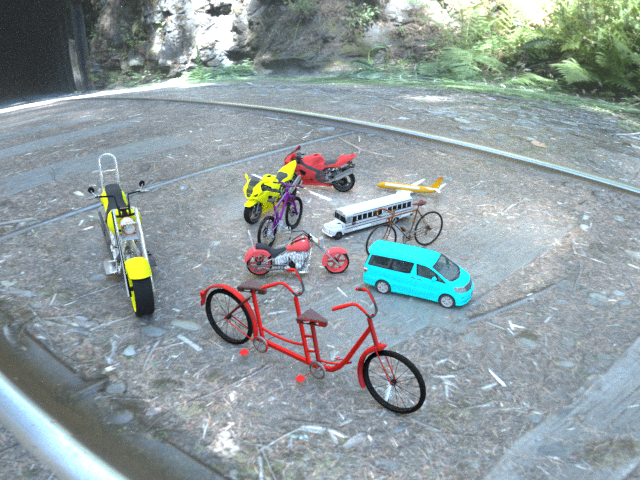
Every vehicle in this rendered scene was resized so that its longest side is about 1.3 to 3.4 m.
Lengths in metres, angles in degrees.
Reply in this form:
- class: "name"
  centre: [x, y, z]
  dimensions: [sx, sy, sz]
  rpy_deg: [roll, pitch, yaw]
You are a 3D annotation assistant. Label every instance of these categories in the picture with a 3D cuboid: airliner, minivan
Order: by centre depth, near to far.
- class: "minivan"
  centre: [1.407, 0.462, 9.954]
  dimensions: [1.548, 0.616, 0.681]
  rpy_deg: [11, 28, 22]
- class: "airliner"
  centre: [1.706, -1.076, 13.345]
  dimensions: [1.307, 0.429, 1.161]
  rpy_deg: [10, 27, 19]

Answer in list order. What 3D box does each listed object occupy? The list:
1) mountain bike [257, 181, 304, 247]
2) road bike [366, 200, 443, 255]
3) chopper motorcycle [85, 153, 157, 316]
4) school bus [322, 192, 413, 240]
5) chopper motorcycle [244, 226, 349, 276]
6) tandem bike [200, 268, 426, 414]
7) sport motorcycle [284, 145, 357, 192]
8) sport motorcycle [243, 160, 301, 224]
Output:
- class: "mountain bike"
  centre: [-0.640, -0.430, 11.507]
  dimensions: [0.573, 0.868, 1.469]
  rpy_deg: [12, 28, 23]
- class: "road bike"
  centre: [1.355, -0.191, 11.033]
  dimensions: [1.545, 0.852, 0.358]
  rpy_deg: [-15, 30, -29]
- class: "chopper motorcycle"
  centre: [-2.865, -0.153, 10.233]
  dimensions: [0.906, 1.480, 3.040]
  rpy_deg: [-10, 28, -20]
- class: "school bus"
  centre: [0.818, -0.423, 11.989]
  dimensions: [1.708, 0.434, 0.365]
  rpy_deg: [-15, 30, -29]
- class: "chopper motorcycle"
  centre: [-0.342, 0.172, 10.386]
  dimensions: [1.563, 0.761, 0.466]
  rpy_deg: [-3, 26, -5]
- class: "tandem bike"
  centre: [-0.200, 0.991, 8.047]
  dimensions: [3.192, 1.326, 0.550]
  rpy_deg: [17, 30, 31]
- class: "sport motorcycle"
  centre: [-0.046, -1.340, 13.441]
  dimensions: [1.520, 0.821, 0.506]
  rpy_deg: [3, 26, 7]
- class: "sport motorcycle"
  centre: [-0.871, -0.861, 12.450]
  dimensions: [0.506, 0.821, 1.520]
  rpy_deg: [16, 30, 29]
